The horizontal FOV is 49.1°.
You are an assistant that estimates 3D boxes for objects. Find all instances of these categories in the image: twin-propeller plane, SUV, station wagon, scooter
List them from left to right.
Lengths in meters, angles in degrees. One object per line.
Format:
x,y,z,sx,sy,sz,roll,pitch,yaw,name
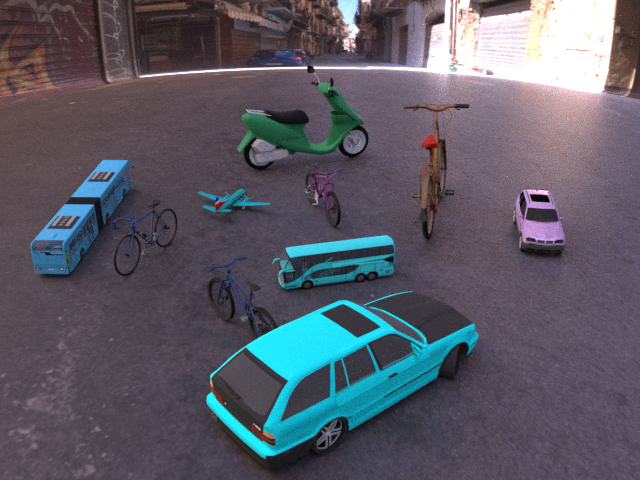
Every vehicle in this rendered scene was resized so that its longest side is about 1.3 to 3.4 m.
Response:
-1.501,-0.700,11.792,1.370,0.407,1.095,10,28,19,twin-propeller plane
-0.286,-2.330,13.508,2.721,1.786,1.288,-10,28,-19,scooter
0.364,1.200,7.420,3.105,0.920,1.327,-20,33,-35,station wagon
3.389,-0.322,10.843,0.656,0.580,1.572,4,27,8,SUV

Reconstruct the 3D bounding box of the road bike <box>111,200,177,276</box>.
-2.500,-0.099,10.093,0.358,0.852,1.545,10,28,20,road bike

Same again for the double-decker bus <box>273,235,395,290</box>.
0.206,0.312,9.619,1.672,0.541,0.389,-7,27,-13,double-decker bus

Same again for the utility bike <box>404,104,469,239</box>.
1.762,-1.231,11.252,1.039,1.839,2.791,7,27,13,utility bike

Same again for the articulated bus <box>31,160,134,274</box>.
-3.687,-0.469,11.158,0.605,0.561,3.401,1,27,1,articulated bus

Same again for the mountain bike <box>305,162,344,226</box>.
0.030,-0.824,11.524,0.573,0.868,1.469,-10,28,-19,mountain bike

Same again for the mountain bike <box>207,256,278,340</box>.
-0.940,0.752,8.372,0.573,0.868,1.469,-21,33,-35,mountain bike
